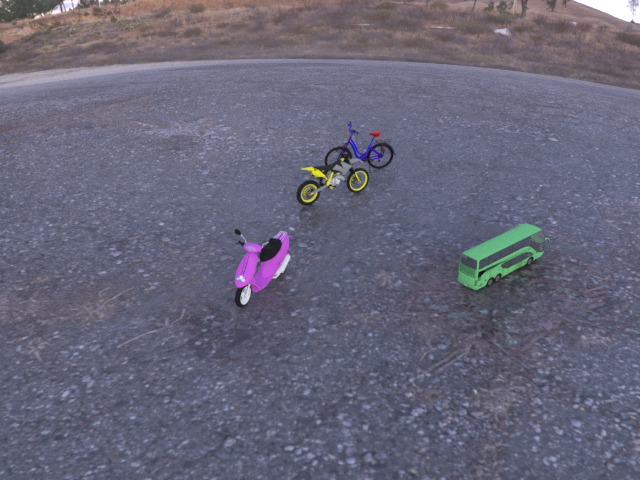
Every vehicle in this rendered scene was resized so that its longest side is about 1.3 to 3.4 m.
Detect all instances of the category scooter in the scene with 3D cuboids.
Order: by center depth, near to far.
[{"bbox_3d":[-0.783,0.256,9.605,0.662,0.919,1.399,13,31,24],"label":"scooter"}]

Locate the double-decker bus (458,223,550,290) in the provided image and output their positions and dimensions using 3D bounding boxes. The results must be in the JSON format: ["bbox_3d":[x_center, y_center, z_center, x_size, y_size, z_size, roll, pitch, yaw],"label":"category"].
[{"bbox_3d":[2.655,0.213,10.092,1.672,0.541,0.389,-21,34,-34],"label":"double-decker bus"}]

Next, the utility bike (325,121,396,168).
[{"bbox_3d":[0.799,-1.740,13.357,1.435,0.946,0.535,-6,28,-12],"label":"utility bike"}]

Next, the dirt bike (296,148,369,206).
[{"bbox_3d":[0.239,-1.116,12.269,1.493,0.857,0.527,-16,32,-27],"label":"dirt bike"}]
